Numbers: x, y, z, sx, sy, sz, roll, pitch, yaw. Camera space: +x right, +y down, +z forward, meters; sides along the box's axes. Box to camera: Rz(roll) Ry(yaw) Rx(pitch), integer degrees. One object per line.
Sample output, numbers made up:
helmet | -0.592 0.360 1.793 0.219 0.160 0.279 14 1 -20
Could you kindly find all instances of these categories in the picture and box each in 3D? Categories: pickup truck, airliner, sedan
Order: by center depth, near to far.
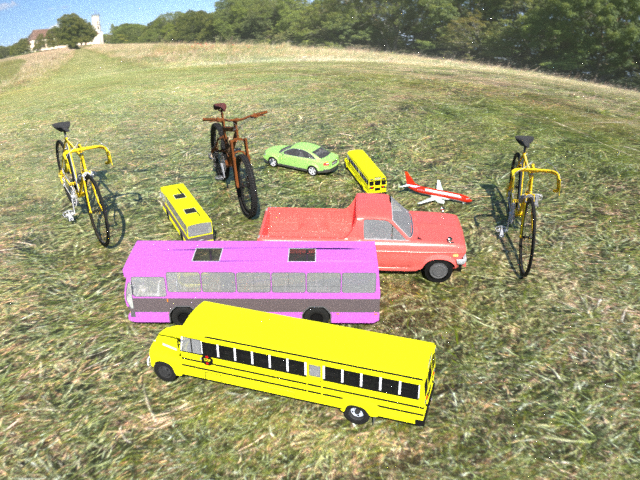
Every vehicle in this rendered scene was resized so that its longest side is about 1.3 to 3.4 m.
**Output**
pickup truck | 0.623 -0.115 10.464 3.117 0.993 1.244 1 28 3
airliner | 2.111 -0.935 12.620 1.307 0.429 1.161 13 30 23
sedan | -0.394 -1.689 13.990 1.613 0.483 0.635 15 31 26

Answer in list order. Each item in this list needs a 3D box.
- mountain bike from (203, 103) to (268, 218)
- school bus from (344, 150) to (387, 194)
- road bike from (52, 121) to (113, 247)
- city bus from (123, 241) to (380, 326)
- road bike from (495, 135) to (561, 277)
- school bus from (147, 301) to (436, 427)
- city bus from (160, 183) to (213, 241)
mountain bike | -1.592 -1.565 12.464 1.114 1.688 2.857 -10 30 -19
school bus | 0.835 -1.321 13.344 0.365 0.434 1.708 -7 29 -12
road bike | -3.974 -1.040 11.505 0.696 1.656 3.004 -16 32 -28
city bus | -0.856 0.582 9.249 3.255 0.894 0.926 0 28 0
road bike | 3.134 -0.686 10.835 0.696 1.656 3.004 4 28 7
school bus | -0.397 1.335 7.878 3.322 0.844 0.709 9 29 16
city bus | -2.216 -0.402 11.577 0.476 0.460 1.674 -12 30 -22
